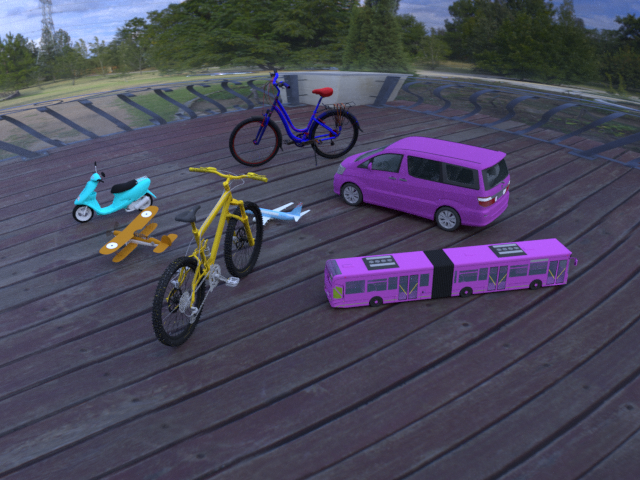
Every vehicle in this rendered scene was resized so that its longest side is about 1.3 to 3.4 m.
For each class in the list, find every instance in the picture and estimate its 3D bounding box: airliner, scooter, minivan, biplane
[{"bbox_3d":[-0.852,-0.523,11.637,1.307,0.429,1.161,12,29,22],"label":"airliner"},{"bbox_3d":[-3.455,-0.816,11.678,1.399,0.919,0.662,-13,29,-25],"label":"scooter"},{"bbox_3d":[1.662,-1.093,11.923,3.011,1.197,1.324,17,31,30],"label":"minivan"},{"bbox_3d":[-2.699,-0.006,10.512,1.090,0.504,1.336,10,28,20],"label":"biplane"}]

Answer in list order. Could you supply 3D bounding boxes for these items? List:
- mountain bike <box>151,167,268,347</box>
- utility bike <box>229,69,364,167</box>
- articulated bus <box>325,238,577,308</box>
[{"bbox_3d":[-1.361,0.095,8.976,1.114,1.688,2.857,9,28,18],"label":"mountain bike"},{"bbox_3d":[-0.409,-2.343,13.720,2.791,1.839,1.039,-8,27,-16],"label":"utility bike"},{"bbox_3d":[1.772,0.444,9.540,3.401,0.561,0.605,-5,27,-10],"label":"articulated bus"}]
